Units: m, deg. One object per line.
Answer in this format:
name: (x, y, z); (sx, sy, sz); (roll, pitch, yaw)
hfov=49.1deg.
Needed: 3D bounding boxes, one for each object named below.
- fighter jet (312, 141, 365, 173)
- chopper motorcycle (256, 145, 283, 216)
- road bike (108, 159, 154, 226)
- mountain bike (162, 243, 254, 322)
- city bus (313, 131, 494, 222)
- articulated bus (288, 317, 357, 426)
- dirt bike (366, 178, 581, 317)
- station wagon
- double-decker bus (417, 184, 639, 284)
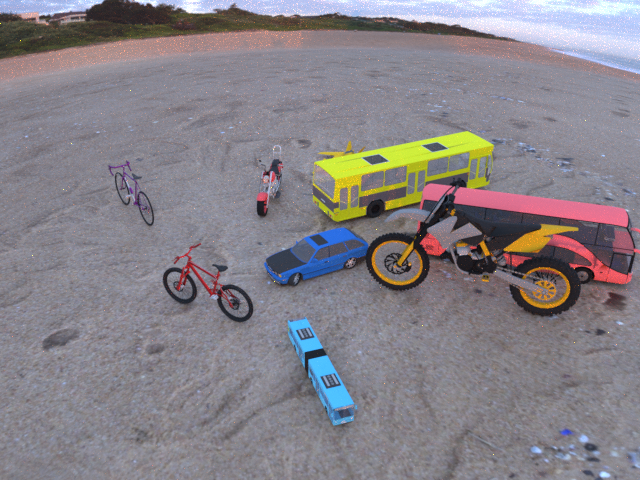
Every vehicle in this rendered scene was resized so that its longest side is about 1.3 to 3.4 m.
fighter jet: (0.319, -1.599, 13.808); (1.147, 0.286, 1.358); (26, 39, 37)
chopper motorcycle: (-0.892, -1.060, 12.391); (0.466, 0.761, 1.563); (4, 30, 8)
road bike: (-3.180, -0.821, 11.883); (0.358, 0.852, 1.545); (-20, 36, -31)
mountain bike: (-1.529, 0.599, 9.391); (1.469, 0.868, 0.573); (15, 33, 24)
city bus: (1.500, -1.122, 12.365); (3.255, 0.894, 0.926); (-14, 33, -23)
articulated bus: (-0.018, 1.521, 8.365); (0.311, 0.289, 1.749); (-10, 31, -17)
dirt bike: (2.033, 0.147, 9.377); (2.903, 1.666, 1.024); (9, 31, 15)
station wagon: (-0.049, 0.206, 10.472); (1.597, 0.473, 0.682); (-16, 33, -25)
double-decker bus: (3.080, -0.093, 10.412); (3.251, 1.052, 0.756); (9, 31, 15)
